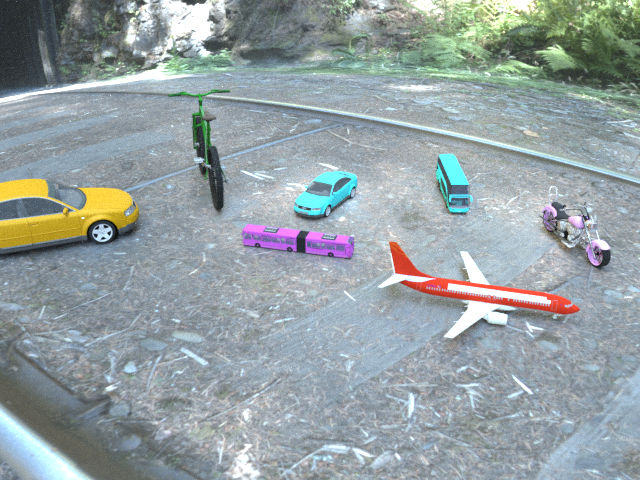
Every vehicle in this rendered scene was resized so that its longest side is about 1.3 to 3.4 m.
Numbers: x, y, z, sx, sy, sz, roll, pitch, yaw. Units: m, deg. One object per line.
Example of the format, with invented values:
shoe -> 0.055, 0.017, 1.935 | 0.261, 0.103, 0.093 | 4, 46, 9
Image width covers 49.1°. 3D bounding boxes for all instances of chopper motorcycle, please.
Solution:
chopper motorcycle -> 3.910, -0.217, 10.697 | 0.466, 0.761, 1.563 | -8, 28, -16

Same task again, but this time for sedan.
sedan -> -4.444, -0.423, 10.908 | 3.137, 0.940, 1.235 | -11, 29, -20
sedan -> 0.114, -0.859, 12.278 | 0.635, 0.483, 1.613 | 14, 30, 26

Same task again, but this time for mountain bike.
mountain bike -> -2.044, -1.720, 12.646 | 1.114, 1.688, 2.857 | -8, 28, -15

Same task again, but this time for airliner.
airliner -> 2.092, 0.533, 9.130 | 2.541, 0.835, 2.257 | 7, 28, 13

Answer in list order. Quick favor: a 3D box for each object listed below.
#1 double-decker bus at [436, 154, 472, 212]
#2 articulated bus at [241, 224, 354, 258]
double-decker bus -> 2.370, -1.012, 12.517 | 0.389, 0.541, 1.672 | 0, 27, 0
articulated bus -> -0.351, 0.013, 10.765 | 1.749, 0.289, 0.311 | 7, 28, 14
